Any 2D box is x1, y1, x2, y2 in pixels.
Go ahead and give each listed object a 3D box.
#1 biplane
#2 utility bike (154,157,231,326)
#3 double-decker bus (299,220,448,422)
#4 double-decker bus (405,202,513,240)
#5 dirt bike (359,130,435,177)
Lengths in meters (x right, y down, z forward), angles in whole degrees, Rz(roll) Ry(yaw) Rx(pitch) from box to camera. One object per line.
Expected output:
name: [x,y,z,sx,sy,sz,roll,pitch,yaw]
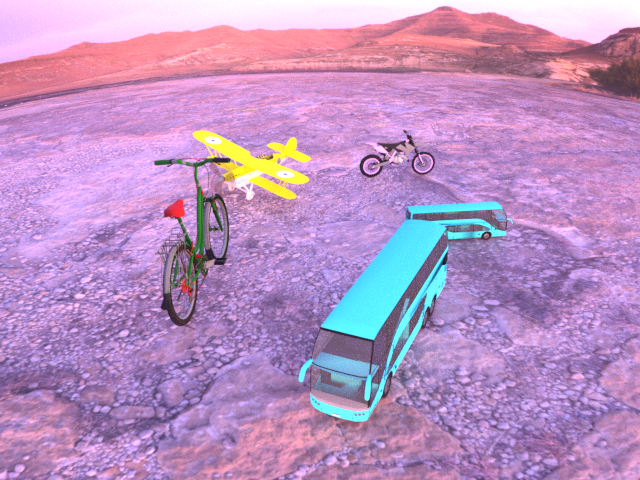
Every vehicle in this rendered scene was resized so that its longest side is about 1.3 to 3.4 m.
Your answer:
biplane: [-1.074,-1.352,12.779,2.598,0.981,2.120,19,32,33]
utility bike: [-1.744,-0.136,9.348,1.039,1.839,2.791,4,27,7]
double-decker bus: [0.786,0.839,8.261,0.756,1.052,3.251,11,28,21]
double-decker bus: [2.192,-0.291,11.127,1.672,0.541,0.389,-3,26,-7]
dirt bike: [1.502,-1.639,13.500,1.493,0.857,0.527,-3,26,-6]
